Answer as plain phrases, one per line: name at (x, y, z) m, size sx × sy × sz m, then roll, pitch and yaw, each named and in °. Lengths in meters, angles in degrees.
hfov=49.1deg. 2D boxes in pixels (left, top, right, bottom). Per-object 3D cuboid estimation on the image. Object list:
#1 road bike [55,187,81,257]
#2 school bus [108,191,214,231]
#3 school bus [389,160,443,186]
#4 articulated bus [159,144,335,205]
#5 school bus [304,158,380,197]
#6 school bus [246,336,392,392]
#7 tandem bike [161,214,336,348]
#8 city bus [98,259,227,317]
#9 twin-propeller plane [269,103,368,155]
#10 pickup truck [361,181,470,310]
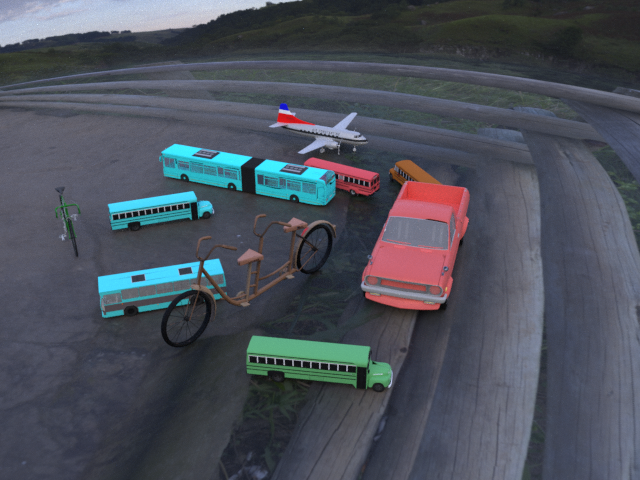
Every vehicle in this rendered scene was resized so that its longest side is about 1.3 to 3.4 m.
road bike at (-3.983, -0.355, 11.019) m, size 0.358 × 0.852 × 1.545 m, roll -13°, pitch 32°, yaw -22°
school bus at (-2.639, -0.495, 11.697) m, size 1.708 × 0.434 × 0.365 m, roll -11°, pitch 31°, yaw -18°
school bus at (1.763, -1.036, 12.665) m, size 0.365 × 0.434 × 1.708 m, roll -11°, pitch 31°, yaw -19°
articulated bus at (-1.372, -1.217, 12.857) m, size 3.401 × 0.561 × 0.605 m, roll 12°, pitch 31°, yaw 20°
school bus at (0.272, -1.176, 12.915) m, size 1.708 × 0.434 × 0.365 m, roll 17°, pitch 33°, yaw 28°
school bus at (-0.001, 1.445, 8.228) m, size 1.708 × 0.434 × 0.365 m, roll 4°, pitch 30°, yaw 8°
tandem bike at (-0.839, 0.308, 9.348) m, size 0.550 × 1.326 × 3.192 m, roll 24°, pitch 37°, yaw 36°
city bus at (-2.147, 0.670, 9.588) m, size 1.674 × 0.460 × 0.476 m, roll -9°, pitch 30°, yaw -15°
twin-propeller plane at (0.032, -2.349, 14.646) m, size 2.129 × 0.792 × 2.663 m, roll 13°, pitch 32°, yaw 22°
pickup truck at (1.508, -0.102, 10.422) m, size 1.244 × 0.993 × 3.117 m, roll 8°, pitch 30°, yaw 14°
